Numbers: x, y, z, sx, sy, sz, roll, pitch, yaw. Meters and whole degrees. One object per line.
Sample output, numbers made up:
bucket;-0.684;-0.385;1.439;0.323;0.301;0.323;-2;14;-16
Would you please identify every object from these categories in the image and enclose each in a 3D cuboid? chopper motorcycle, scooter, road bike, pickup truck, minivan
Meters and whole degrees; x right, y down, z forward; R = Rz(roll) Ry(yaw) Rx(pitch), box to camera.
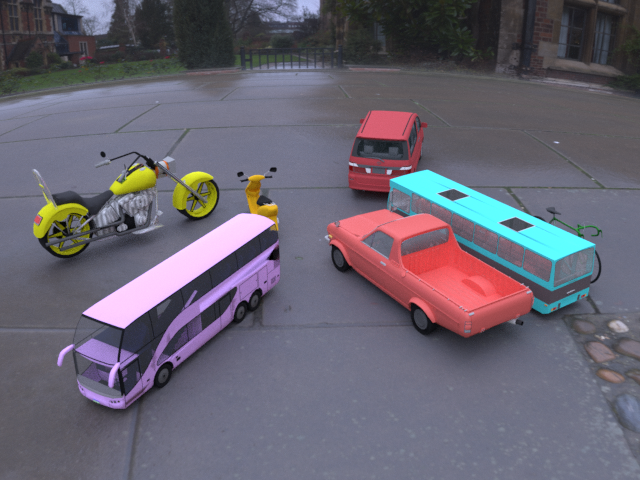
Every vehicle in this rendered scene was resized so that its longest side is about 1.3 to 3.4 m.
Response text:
chopper motorcycle;-2.890;-0.704;10.724;3.040;1.480;0.906;-22;34;-36
scooter;-0.946;-0.645;11.235;0.662;0.919;1.399;-10;28;-19
road bike;3.454;0.010;9.998;0.358;0.852;1.545;-12;29;-22
pickup truck;1.321;0.278;9.303;1.244;0.993;3.117;-15;30;-28
minivan;1.315;-1.823;13.283;1.324;1.197;3.011;5;27;11

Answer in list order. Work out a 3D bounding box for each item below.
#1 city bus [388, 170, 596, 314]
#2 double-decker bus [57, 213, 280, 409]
city bus;2.292;-0.046;10.062;0.926;0.894;3.255;-17;31;-30
double-decker bus;-1.582;0.743;8.306;0.756;1.052;3.251;14;30;26
